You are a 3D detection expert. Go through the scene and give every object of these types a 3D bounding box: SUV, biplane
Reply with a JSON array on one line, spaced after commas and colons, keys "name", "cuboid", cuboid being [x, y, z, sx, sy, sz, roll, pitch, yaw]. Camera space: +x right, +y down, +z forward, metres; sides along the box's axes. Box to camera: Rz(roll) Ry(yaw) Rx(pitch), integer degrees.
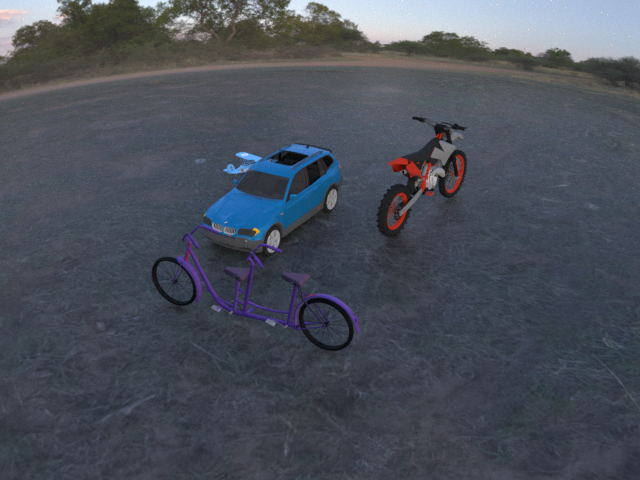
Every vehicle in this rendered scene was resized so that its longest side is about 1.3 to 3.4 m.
[{"name": "SUV", "cuboid": [-0.749, -0.799, 12.036, 1.276, 1.128, 3.058, 15, 31, 27]}, {"name": "biplane", "cuboid": [-1.399, -1.477, 13.994, 1.090, 0.504, 1.336, -21, 34, -34]}]

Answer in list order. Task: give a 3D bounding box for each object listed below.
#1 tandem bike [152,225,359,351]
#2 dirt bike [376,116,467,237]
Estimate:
[{"name": "tandem bike", "cuboid": [-0.948, 0.594, 9.175, 3.192, 1.326, 0.550, 13, 30, 23]}, {"name": "dirt bike", "cuboid": [1.854, -1.197, 12.214, 1.024, 1.666, 2.903, 20, 34, 33]}]
